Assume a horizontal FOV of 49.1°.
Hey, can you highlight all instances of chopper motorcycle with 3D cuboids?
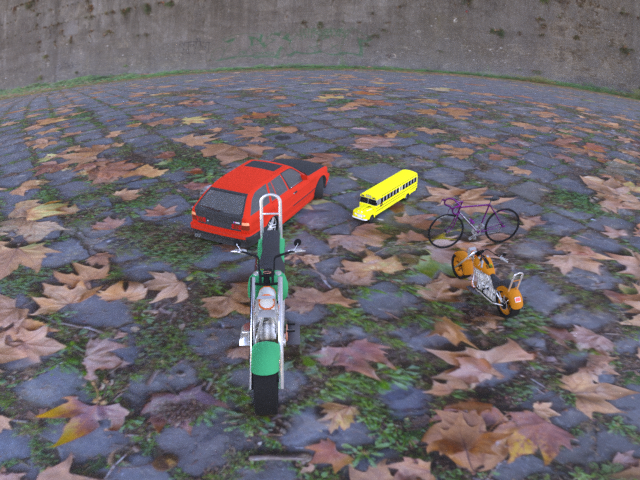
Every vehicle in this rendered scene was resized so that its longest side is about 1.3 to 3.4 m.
[{"bbox_3d":[-0.619,0.656,8.403,0.906,1.480,3.040,-1,27,-2],"label":"chopper motorcycle"},{"bbox_3d":[2.272,0.451,9.596,0.466,0.761,1.563,-10,29,-19],"label":"chopper motorcycle"}]

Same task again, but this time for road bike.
[{"bbox_3d":[2.429,-0.296,10.964,1.545,0.852,0.358,-6,28,-11],"label":"road bike"}]

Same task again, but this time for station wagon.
[{"bbox_3d":[-0.921,-0.882,12.038,1.327,0.920,3.105,12,30,23],"label":"station wagon"}]

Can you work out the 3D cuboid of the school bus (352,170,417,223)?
[{"bbox_3d":[1.160,-0.788,12.390,0.365,0.434,1.708,18,32,32],"label":"school bus"}]
